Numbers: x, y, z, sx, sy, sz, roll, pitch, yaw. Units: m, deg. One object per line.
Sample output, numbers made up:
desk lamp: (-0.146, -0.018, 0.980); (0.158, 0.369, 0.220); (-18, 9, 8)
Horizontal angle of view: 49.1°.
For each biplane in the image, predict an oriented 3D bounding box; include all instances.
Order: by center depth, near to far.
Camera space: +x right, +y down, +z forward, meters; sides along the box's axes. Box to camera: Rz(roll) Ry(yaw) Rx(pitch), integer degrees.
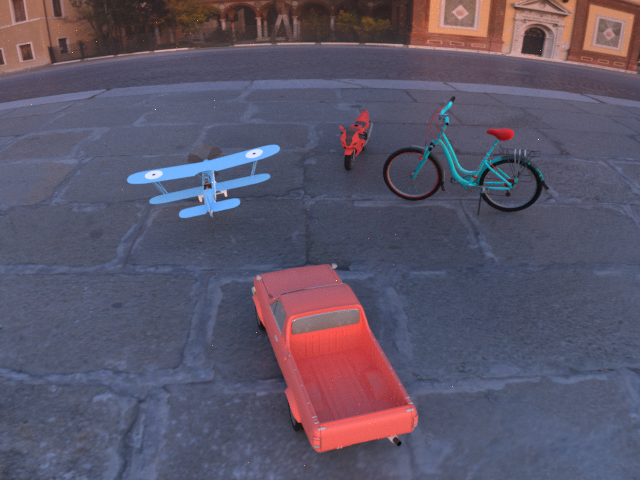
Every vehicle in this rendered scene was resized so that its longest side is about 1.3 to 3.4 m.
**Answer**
biplane: (-1.916, -0.893, 11.750); (2.598, 0.981, 2.120); (-5, 30, -8)

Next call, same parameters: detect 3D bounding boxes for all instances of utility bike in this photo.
utility bike: (2.419, -1.311, 11.617); (2.791, 1.839, 1.039); (7, 31, 13)

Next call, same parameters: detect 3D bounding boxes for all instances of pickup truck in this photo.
pickup truck: (0.043, 1.159, 8.163); (1.244, 0.993, 3.117); (-8, 31, -14)

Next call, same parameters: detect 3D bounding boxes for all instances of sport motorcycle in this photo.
sport motorcycle: (0.716, -1.979, 13.803); (0.506, 0.821, 1.520); (8, 31, 14)
